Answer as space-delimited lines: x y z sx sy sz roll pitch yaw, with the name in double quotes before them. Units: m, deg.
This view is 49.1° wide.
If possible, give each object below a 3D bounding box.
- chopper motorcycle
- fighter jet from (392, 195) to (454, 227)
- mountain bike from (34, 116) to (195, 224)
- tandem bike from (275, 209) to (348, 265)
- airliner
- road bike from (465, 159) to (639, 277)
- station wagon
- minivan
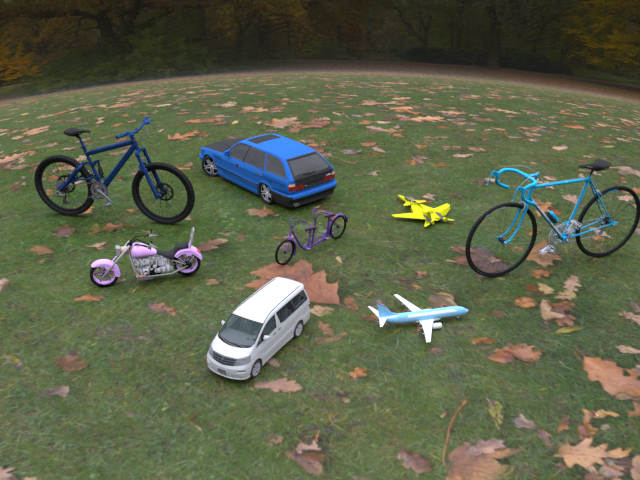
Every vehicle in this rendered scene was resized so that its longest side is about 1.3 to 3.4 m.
"chopper motorcycle" -2.464 0.238 9.898 1.563 0.761 0.466 -6 27 -13
"fighter jet" 1.712 -0.627 12.191 1.147 0.286 1.358 -12 29 -23
"mountain bike" -3.461 -1.108 11.582 2.857 1.688 1.114 5 27 10
"tandem bike" -0.103 -0.141 10.758 0.283 0.682 1.642 22 34 37
"airliner" 1.310 0.885 8.960 1.307 0.429 1.161 -7 27 -13
"road bike" 3.445 -0.352 10.084 3.004 1.656 0.697 -9 28 -18
"station wagon" -1.082 -1.506 13.257 1.327 0.920 3.105 -21 33 -36
"minivan" -0.725 1.042 8.433 0.681 0.616 1.548 14 30 26
